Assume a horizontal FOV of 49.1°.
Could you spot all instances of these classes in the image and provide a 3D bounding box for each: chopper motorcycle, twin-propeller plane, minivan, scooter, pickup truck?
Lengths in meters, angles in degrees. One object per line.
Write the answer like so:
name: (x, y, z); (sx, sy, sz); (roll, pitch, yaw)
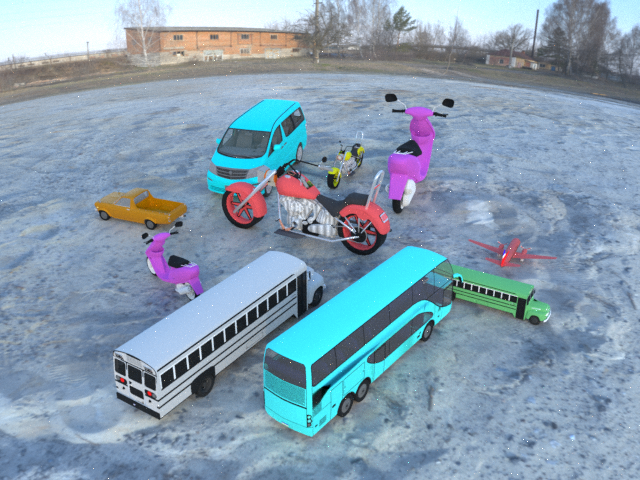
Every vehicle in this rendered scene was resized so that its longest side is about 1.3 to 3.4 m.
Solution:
chopper motorcycle: (0.517, -1.592, 13.847); (0.466, 0.761, 1.563); (12, 29, 22)
twin-propeller plane: (2.929, 0.149, 10.777); (1.370, 0.407, 1.095); (13, 29, 24)
minivan: (-1.200, -1.862, 13.898); (1.324, 1.197, 3.011); (8, 28, 15)
scooter: (1.713, -1.692, 12.903); (1.288, 1.786, 2.721); (9, 28, 17)
pickup truck: (-3.117, -0.589, 12.131); (1.603, 0.511, 0.640); (11, 29, 20)
scooter: (-2.109, 0.286, 9.935); (0.662, 0.919, 1.399); (-23, 34, -37)
chopper motorcycle: (-0.292, -0.654, 11.180); (3.040, 1.480, 0.906); (14, 30, 26)

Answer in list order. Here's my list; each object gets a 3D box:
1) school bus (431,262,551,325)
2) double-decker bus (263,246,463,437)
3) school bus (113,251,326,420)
school bus: (2.310, 0.710, 9.630); (1.708, 0.434, 0.365); (15, 30, 27)
double-decker bus: (0.606, 1.033, 8.300); (0.756, 1.052, 3.251); (19, 32, 33)
school bus: (-1.051, 0.969, 8.659); (0.709, 0.844, 3.322); (16, 31, 29)
